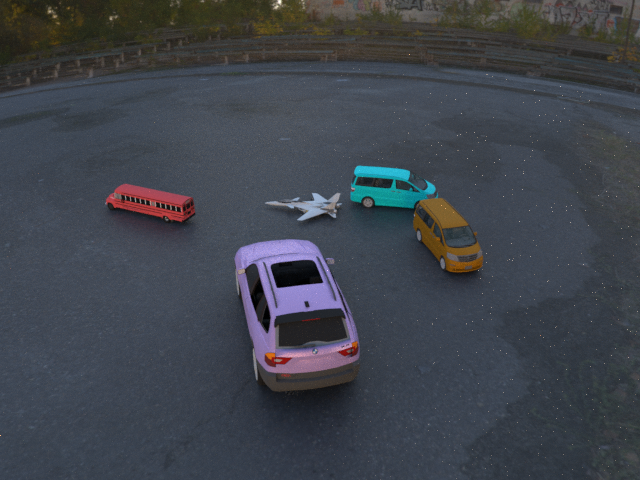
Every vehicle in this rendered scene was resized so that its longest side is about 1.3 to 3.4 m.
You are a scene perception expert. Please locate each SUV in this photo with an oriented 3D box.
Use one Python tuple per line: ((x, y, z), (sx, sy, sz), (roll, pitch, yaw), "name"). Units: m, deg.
((-0.359, 0.698, 8.865), (1.276, 1.128, 3.058), (-6, 29, -11), "SUV")

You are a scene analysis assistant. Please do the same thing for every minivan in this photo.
((1.331, -0.931, 12.481), (1.548, 0.616, 0.681), (5, 28, 10), "minivan")
((1.985, -0.086, 10.889), (0.681, 0.616, 1.548), (-7, 29, -13), "minivan")

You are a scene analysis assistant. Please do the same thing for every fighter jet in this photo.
((-0.324, -0.669, 12.339), (1.358, 0.286, 1.147), (6, 29, 11), "fighter jet")

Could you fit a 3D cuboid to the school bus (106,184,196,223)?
((-2.980, -0.648, 12.142), (1.708, 0.434, 0.365), (12, 30, 22), "school bus")
